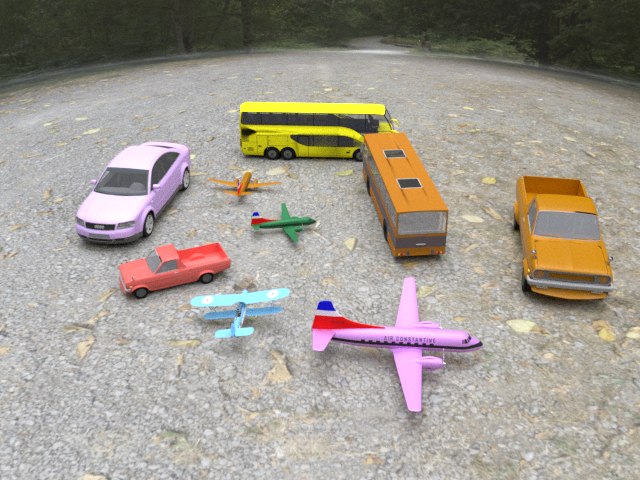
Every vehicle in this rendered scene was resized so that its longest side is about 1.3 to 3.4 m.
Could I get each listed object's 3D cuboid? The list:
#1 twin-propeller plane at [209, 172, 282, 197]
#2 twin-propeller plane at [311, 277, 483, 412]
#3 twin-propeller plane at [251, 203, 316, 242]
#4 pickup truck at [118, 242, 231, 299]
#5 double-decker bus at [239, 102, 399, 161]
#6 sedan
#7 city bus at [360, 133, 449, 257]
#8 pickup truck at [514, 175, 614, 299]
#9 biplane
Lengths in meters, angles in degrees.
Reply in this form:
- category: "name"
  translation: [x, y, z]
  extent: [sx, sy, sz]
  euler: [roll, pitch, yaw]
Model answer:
- category: "twin-propeller plane"
  translation: [-1.402, -1.072, 12.874]
  extent: [1.370, 0.407, 1.095]
  euler: [3, 30, 5]
- category: "twin-propeller plane"
  translation: [0.952, 1.122, 8.636]
  extent: [2.129, 0.792, 2.663]
  euler: [3, 30, 5]
- category: "twin-propeller plane"
  translation: [-0.598, -0.322, 11.559]
  extent: [1.095, 0.407, 1.370]
  euler: [-6, 30, -10]
- category: "pickup truck"
  translation: [-2.131, 0.368, 10.244]
  extent: [1.603, 0.511, 0.640]
  euler: [-12, 32, -21]
- category: "double-decker bus"
  translation: [-0.007, -2.215, 14.229]
  extent: [3.251, 1.052, 0.756]
  euler: [2, 30, 3]
- category: "sedan"
  translation: [-3.191, -0.983, 12.181]
  extent: [1.235, 0.940, 3.137]
  euler: [5, 30, 8]
- category: "city bus"
  translation: [1.366, -0.828, 11.955]
  extent: [0.926, 0.894, 3.255]
  euler: [-3, 30, -5]
- category: "pickup truck"
  translation: [3.690, -0.222, 10.791]
  extent: [1.244, 0.993, 3.117]
  euler: [5, 30, 9]
- category: "biplane"
  translation: [-1.073, 0.961, 9.210]
  extent: [1.336, 0.504, 1.090]
  euler: [2, 30, 3]
